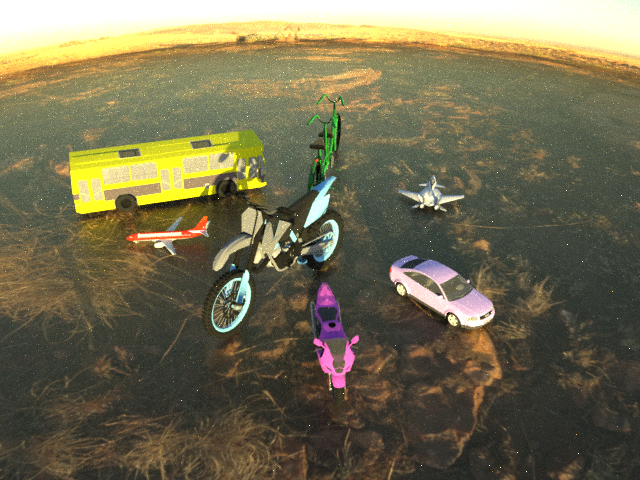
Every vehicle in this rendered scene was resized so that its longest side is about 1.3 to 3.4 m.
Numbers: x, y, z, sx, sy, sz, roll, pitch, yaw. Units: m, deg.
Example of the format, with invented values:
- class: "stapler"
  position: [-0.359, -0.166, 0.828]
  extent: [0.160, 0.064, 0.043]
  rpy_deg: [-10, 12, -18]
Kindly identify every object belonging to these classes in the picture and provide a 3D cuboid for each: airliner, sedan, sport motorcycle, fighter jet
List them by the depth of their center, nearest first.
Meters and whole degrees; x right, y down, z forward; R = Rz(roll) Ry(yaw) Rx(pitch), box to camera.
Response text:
- class: "sport motorcycle"
  position: [0.135, 1.218, 8.217]
  extent: [0.506, 0.821, 1.520]
  rpy_deg: [-3, 31, -6]
- class: "sedan"
  position: [1.643, 0.647, 9.508]
  extent: [0.635, 0.483, 1.613]
  rpy_deg: [-24, 38, -34]
- class: "airliner"
  position: [-2.373, -0.156, 10.913]
  extent: [1.307, 0.429, 1.161]
  rpy_deg: [-2, 31, -4]
- class: "fighter jet"
  position: [1.973, -0.932, 12.360]
  extent: [1.147, 0.286, 1.358]
  rpy_deg: [6, 31, 10]

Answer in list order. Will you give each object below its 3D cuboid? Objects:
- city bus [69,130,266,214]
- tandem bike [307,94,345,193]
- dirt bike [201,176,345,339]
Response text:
- class: "city bus"
  position: [-2.613, -1.176, 12.176]
  extent: [3.255, 0.894, 0.926]
  rpy_deg: [-10, 32, -16]
- class: "tandem bike"
  position: [0.107, -1.749, 12.718]
  extent: [0.550, 1.326, 3.192]
  rpy_deg: [5, 31, 9]
- class: "dirt bike"
  position: [-0.531, 0.088, 9.291]
  extent: [1.024, 1.666, 2.903]
  rpy_deg: [21, 36, 31]
